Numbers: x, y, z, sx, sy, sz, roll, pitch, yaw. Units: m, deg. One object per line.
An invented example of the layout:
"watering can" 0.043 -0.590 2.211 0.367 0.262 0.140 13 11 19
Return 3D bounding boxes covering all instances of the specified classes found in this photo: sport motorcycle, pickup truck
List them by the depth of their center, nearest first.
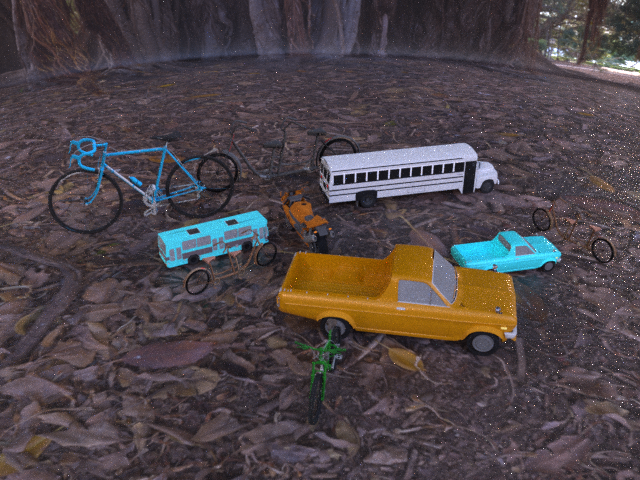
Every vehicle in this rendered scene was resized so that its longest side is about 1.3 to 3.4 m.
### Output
"pickup truck" 1.032 0.656 9.212 3.117 0.993 1.244 5 30 9
"pickup truck" 2.806 0.184 10.553 1.603 0.511 0.640 -6 30 -11
"sport motorcycle" -0.239 -0.283 11.072 0.506 0.821 1.520 -13 32 -22

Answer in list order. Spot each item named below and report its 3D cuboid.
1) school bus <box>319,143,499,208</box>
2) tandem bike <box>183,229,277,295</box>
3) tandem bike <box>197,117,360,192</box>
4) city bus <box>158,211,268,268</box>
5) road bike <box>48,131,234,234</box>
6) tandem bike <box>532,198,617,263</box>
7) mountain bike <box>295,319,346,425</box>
"school bus" 1.669 -1.206 12.705 3.322 0.844 0.709 -7 30 -13
"tandem bike" -1.288 0.291 10.186 1.642 0.682 0.283 -22 36 -34
"tandem bike" -0.726 -1.650 13.007 3.192 1.326 0.550 -10 31 -17
"city bus" -1.651 -0.005 10.944 1.674 0.460 0.476 -15 32 -24
"road bike" -2.900 -0.968 11.444 3.004 1.656 0.697 -9 30 -15
"tandem bike" 4.004 -0.200 11.066 0.283 0.682 1.642 -17 33 -28
"mountain bike" 0.062 1.398 8.008 0.573 0.868 1.469 7 30 12
